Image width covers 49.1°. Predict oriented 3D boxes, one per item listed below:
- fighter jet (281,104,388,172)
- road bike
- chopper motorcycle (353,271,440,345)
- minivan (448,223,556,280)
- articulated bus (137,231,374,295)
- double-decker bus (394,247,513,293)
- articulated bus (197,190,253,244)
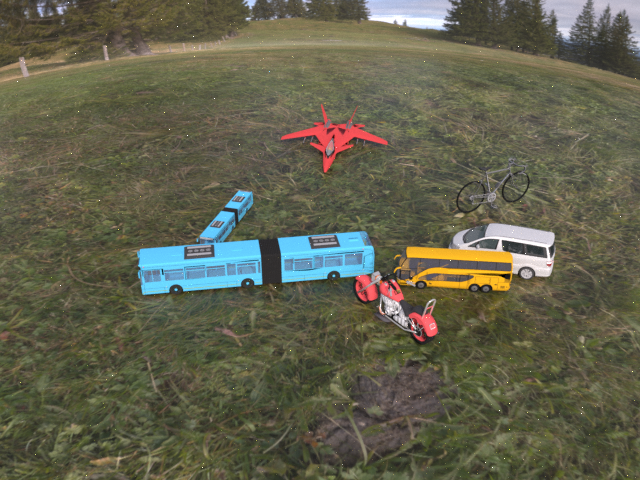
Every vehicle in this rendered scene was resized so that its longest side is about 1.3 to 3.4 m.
[{"bbox_3d":[0.266,-2.094,14.379,2.229,0.557,2.640,4,30,6],"label":"fighter jet"},{"bbox_3d":[3.020,-0.944,12.105,1.545,0.852,0.358,-13,33,-21],"label":"road bike"},{"bbox_3d":[0.970,0.771,9.241,0.466,0.761,1.563,-20,36,-30],"label":"chopper motorcycle"},{"bbox_3d":[2.724,0.111,10.523,1.548,0.616,0.681,11,32,18],"label":"minivan"},{"bbox_3d":[-0.921,0.325,10.208,3.401,0.561,0.605,-5,30,-8],"label":"articulated bus"},{"bbox_3d":[1.902,0.418,10.069,1.672,0.541,0.389,3,30,5],"label":"double-decker bus"},{"bbox_3d":[-1.535,-0.340,11.625,0.311,0.289,1.749,8,31,14],"label":"articulated bus"}]
